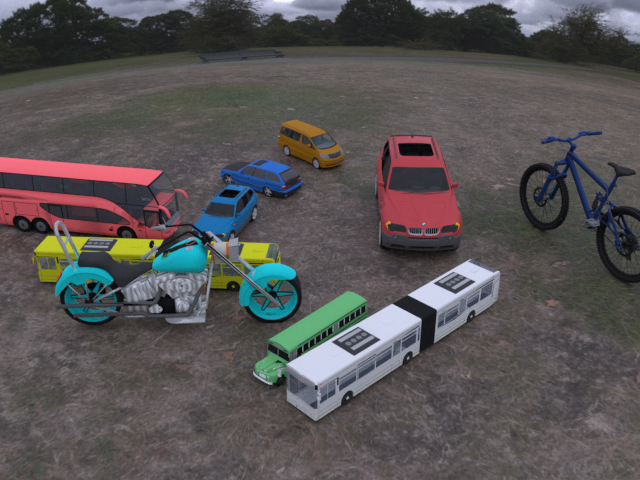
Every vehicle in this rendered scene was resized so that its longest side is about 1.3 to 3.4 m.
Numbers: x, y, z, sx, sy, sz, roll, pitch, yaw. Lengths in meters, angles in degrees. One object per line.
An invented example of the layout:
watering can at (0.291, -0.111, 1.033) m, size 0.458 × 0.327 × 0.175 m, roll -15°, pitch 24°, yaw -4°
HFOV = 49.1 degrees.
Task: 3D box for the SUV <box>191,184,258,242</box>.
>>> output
SUV at (-1.505, -0.420, 11.207) m, size 0.656 × 0.580 × 1.572 m, roll 8°, pitch 29°, yaw 15°

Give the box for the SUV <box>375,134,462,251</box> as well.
SUV at (1.555, -0.848, 11.432) m, size 1.276 × 1.128 × 3.058 m, roll 1°, pitch 28°, yaw 2°

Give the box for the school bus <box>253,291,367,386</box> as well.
school bus at (-0.093, 1.158, 8.361) m, size 0.365 × 0.434 × 1.708 m, roll 23°, pitch 35°, yaw 36°

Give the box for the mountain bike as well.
mountain bike at (3.924, -0.580, 10.320) m, size 1.114 × 1.688 × 2.857 m, roll -11°, pitch 30°, yaw -21°

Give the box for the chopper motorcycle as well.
chopper motorcycle at (-1.751, 0.402, 8.676) m, size 3.040 × 1.480 × 0.906 m, roll -2°, pitch 28°, yaw -4°

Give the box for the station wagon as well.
station wagon at (-1.106, -1.206, 12.817) m, size 1.597 × 0.473 × 0.682 m, roll 18°, pitch 33°, yaw 30°

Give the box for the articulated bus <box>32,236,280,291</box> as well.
articulated bus at (-2.272, 0.319, 9.820) m, size 3.401 × 0.561 × 0.605 m, roll 2°, pitch 28°, yaw 4°

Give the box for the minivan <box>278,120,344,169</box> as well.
minivan at (-0.180, -1.927, 14.035) m, size 0.681 × 0.616 × 1.548 m, roll -21°, pitch 35°, yaw -35°

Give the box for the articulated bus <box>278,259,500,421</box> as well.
articulated bus at (0.983, 1.081, 8.370) m, size 3.401 × 0.561 × 0.605 m, roll -24°, pitch 36°, yaw -38°

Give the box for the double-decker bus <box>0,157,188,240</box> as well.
double-decker bus at (-3.763, -0.647, 11.131) m, size 3.251 × 1.052 × 0.756 m, roll 6°, pitch 28°, yaw 11°
